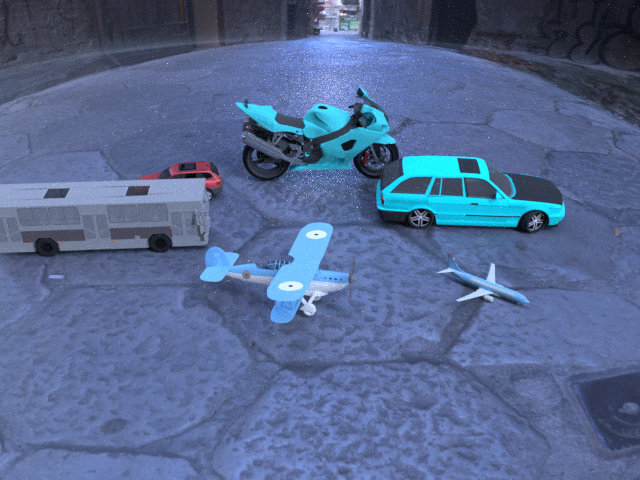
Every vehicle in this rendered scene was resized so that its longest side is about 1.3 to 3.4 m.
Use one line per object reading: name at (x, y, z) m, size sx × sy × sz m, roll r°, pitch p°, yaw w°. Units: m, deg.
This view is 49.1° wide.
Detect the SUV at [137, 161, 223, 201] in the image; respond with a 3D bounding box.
SUV at (-2.504, -1.030, 12.368) m, size 1.572 × 0.580 × 0.656 m, roll -5°, pitch 31°, yaw -9°

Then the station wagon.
station wagon at (2.508, -0.835, 11.714) m, size 3.105 × 0.920 × 1.327 m, roll 2°, pitch 31°, yaw 4°

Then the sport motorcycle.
sport motorcycle at (-0.014, -1.844, 12.735) m, size 2.955 × 1.596 × 0.983 m, roll -1°, pitch 31°, yaw -2°

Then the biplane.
biplane at (-0.531, 0.441, 9.535) m, size 2.120 × 0.981 × 2.598 m, roll 5°, pitch 31°, yaw 9°

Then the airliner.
airliner at (2.347, 0.557, 9.877) m, size 1.307 × 0.429 × 1.161 m, roll 21°, pitch 37°, yaw 30°

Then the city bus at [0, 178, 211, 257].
city bus at (-3.388, -0.351, 10.934) m, size 3.255 × 0.894 × 0.926 m, roll -2°, pitch 31°, yaw -3°
